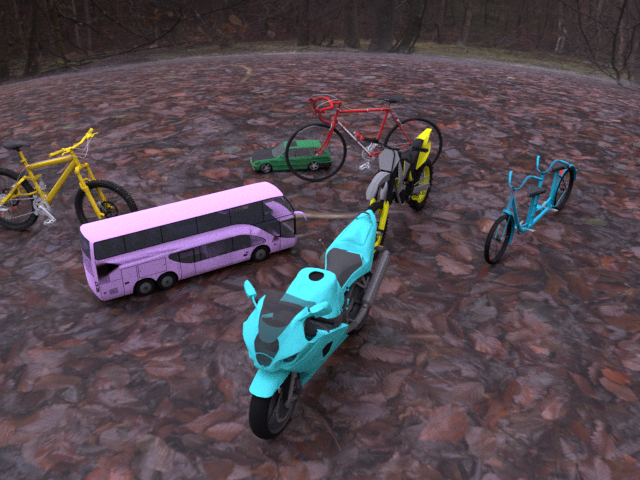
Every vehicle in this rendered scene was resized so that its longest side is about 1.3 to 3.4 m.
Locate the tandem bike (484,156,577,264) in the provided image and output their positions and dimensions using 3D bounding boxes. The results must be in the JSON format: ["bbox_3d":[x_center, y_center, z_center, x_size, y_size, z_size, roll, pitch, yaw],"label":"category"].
[{"bbox_3d":[3.428,-0.685,11.079,0.550,1.326,3.192,22,36,34],"label":"tandem bike"}]

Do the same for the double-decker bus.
[{"bbox_3d":[-1.781,-0.045,10.207,3.251,1.052,0.756,-16,33,-27],"label":"double-decker bus"}]

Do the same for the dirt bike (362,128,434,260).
[{"bbox_3d":[1.269,-0.863,11.049,1.024,1.666,2.903,14,32,24],"label":"dirt bike"}]

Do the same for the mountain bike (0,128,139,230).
[{"bbox_3d":[-4.161,-0.801,10.916,2.857,1.688,1.114,7,30,13],"label":"mountain bike"}]

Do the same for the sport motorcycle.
[{"bbox_3d":[-0.012,0.878,7.977,0.983,1.596,2.955,13,32,22],"label":"sport motorcycle"}]

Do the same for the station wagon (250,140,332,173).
[{"bbox_3d":[-0.574,-1.667,13.733,1.597,0.473,0.682,-4,29,-7],"label":"station wagon"}]

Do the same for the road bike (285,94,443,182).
[{"bbox_3d":[0.840,-1.897,12.928,3.004,1.656,0.697,-5,29,-8],"label":"road bike"}]
